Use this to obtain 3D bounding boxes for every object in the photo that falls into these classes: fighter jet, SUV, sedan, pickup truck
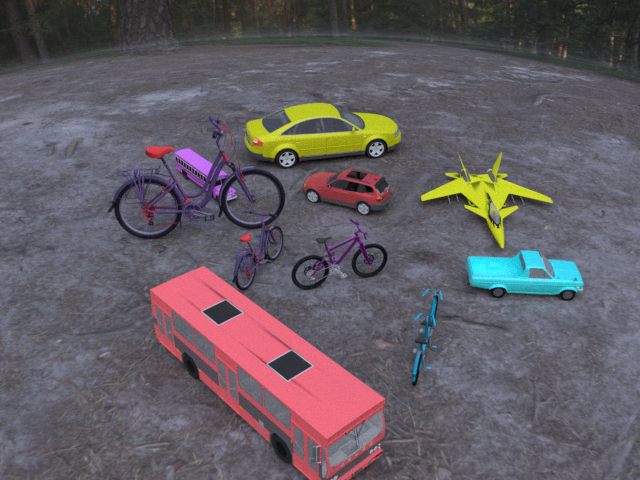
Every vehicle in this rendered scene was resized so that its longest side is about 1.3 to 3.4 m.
[{"bbox_3d":[2.857,-0.710,11.807,2.229,0.557,2.640,1,31,2],"label":"fighter jet"},{"bbox_3d":[0.465,-0.915,12.121,1.572,0.580,0.656,15,34,23],"label":"SUV"},{"bbox_3d":[0.079,-2.167,13.825,3.137,0.940,1.235,-8,32,-12],"label":"sedan"},{"bbox_3d":[2.896,0.460,9.938,1.603,0.511,0.640,2,32,3],"label":"pickup truck"}]

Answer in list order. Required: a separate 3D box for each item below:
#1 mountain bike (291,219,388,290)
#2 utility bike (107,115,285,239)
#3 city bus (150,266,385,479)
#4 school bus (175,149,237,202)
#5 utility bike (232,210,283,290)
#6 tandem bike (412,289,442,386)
[{"bbox_3d":[0.294,0.249,9.941,1.469,0.868,0.573,-11,33,-17],"label":"mountain bike"},{"bbox_3d":[-1.955,-0.962,10.992,2.791,1.839,1.039,-6,32,-9],"label":"utility bike"},{"bbox_3d":[-0.714,1.459,7.937,0.926,0.894,3.255,-25,39,-35],"label":"city bus"},{"bbox_3d":[-2.076,-1.169,12.677,0.365,0.434,1.708,-22,38,-31],"label":"school bus"},{"bbox_3d":[-0.938,0.075,10.151,0.535,0.946,1.435,14,34,22],"label":"utility bike"},{"bbox_3d":[1.323,1.118,8.697,0.283,0.682,1.642,9,33,15],"label":"tandem bike"}]
